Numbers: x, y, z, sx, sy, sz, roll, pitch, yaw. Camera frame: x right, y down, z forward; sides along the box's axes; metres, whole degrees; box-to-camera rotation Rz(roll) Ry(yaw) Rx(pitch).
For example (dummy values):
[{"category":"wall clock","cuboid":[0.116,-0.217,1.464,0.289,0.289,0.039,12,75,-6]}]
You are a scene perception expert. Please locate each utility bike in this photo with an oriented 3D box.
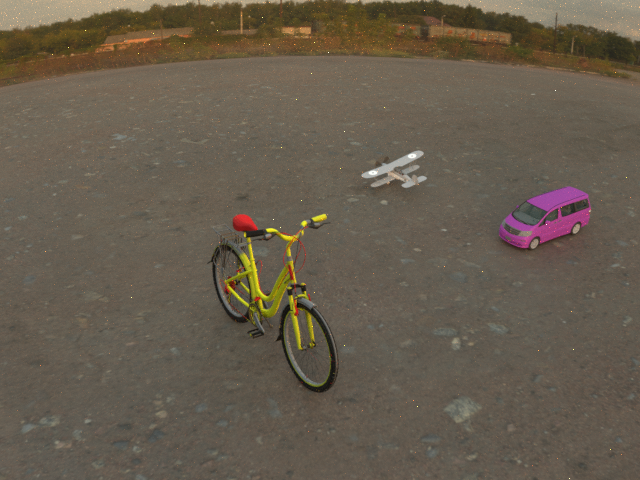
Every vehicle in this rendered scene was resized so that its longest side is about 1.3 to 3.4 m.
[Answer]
[{"category":"utility bike","cuboid":[-0.556,0.459,8.183,1.039,1.839,2.791,-19,34,-31]}]

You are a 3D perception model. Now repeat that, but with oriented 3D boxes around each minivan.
[{"category":"minivan","cuboid":[3.536,-0.359,10.990,1.548,0.616,0.681,-16,32,-28]}]

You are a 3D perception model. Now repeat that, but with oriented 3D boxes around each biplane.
[{"category":"biplane","cuboid":[1.410,-1.182,12.632,1.336,0.504,1.090,-17,32,-28]}]
